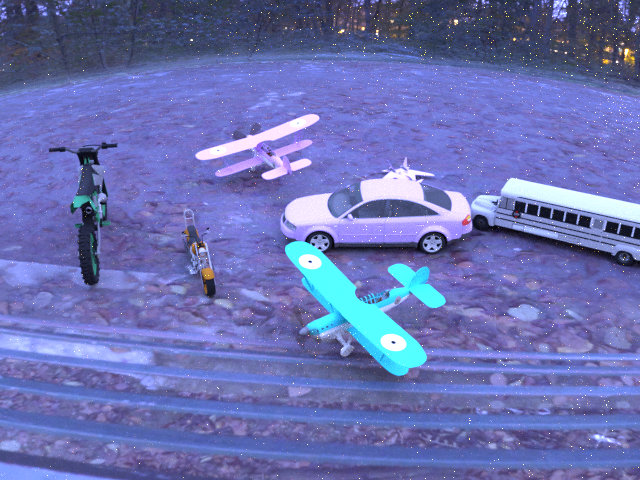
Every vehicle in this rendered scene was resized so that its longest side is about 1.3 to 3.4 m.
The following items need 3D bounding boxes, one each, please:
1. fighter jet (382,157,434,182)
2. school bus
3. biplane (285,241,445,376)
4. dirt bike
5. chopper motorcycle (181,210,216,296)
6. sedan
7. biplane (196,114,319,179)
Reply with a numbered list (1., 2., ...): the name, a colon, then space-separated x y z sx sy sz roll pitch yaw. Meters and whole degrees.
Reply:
1. fighter jet: 1.724 -1.204 13.492 1.147 0.286 1.358 -9 30 -16
2. school bus: 4.067 -0.334 11.364 3.322 0.844 0.709 16 33 26
3. biplane: 0.637 0.887 9.041 2.120 0.981 2.598 -19 34 -30
4. dirt bike: -3.610 -0.594 10.986 1.024 1.666 2.903 -5 30 -10
5. chopper motorcycle: -1.822 0.179 10.532 0.466 0.761 1.563 -10 31 -18
6. sedan: 0.914 -0.457 11.487 3.137 0.940 1.235 0 29 0
7. biplane: -1.044 -1.644 13.567 2.598 0.981 2.120 -15 32 -24
